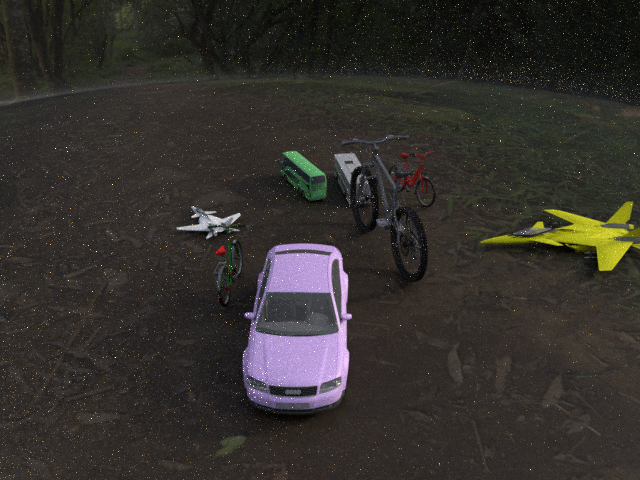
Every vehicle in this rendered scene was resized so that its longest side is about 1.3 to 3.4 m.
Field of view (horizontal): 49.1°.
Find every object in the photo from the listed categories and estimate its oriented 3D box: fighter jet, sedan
[{"bbox_3d":[-1.930,-0.420,11.889,1.147,0.286,1.358,-15,30,-28],"label":"fighter jet"},{"bbox_3d":[3.839,-0.159,11.036,2.640,0.557,2.229,-2,26,-4],"label":"fighter jet"},{"bbox_3d":[-0.243,0.855,8.495,1.235,0.940,3.137,1,26,1],"label":"sedan"}]

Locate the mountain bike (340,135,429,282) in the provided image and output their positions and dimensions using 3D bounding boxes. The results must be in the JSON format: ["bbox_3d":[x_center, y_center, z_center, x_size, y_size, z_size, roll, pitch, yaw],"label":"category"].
[{"bbox_3d":[0.995,-0.575,10.597,1.114,1.688,2.857,-8,27,-16],"label":"mountain bike"}]

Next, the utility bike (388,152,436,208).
[{"bbox_3d":[1.705,-1.208,12.764,0.535,0.946,1.435,-14,29,-27],"label":"utility bike"}]

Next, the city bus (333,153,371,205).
[{"bbox_3d":[0.603,-1.145,13.193,0.476,0.460,1.674,-4,26,-8],"label":"city bus"}]

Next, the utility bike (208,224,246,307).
[{"bbox_3d":[-1.305,0.275,9.690,0.535,0.946,1.435,3,26,5],"label":"utility bike"}]

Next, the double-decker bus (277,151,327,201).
[{"bbox_3d":[-0.351,-1.242,13.301,0.389,0.541,1.672,-11,28,-21],"label":"double-decker bus"}]
